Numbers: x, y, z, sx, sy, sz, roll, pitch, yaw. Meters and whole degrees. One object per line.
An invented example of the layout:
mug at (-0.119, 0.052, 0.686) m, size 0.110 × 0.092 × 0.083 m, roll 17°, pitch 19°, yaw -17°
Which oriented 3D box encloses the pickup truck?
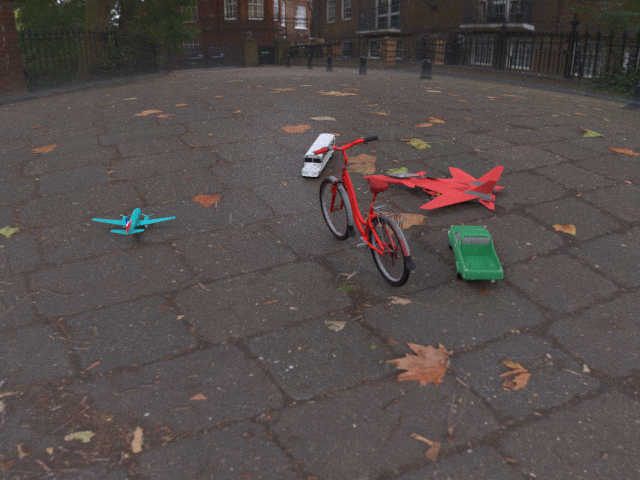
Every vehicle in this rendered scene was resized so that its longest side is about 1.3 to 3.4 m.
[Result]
pickup truck at (2.306, 0.144, 10.449) m, size 0.640 × 0.511 × 1.603 m, roll 1°, pitch 26°, yaw 2°

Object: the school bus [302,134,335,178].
school bus at (-0.022, -1.735, 14.393) m, size 0.365 × 0.434 × 1.708 m, roll 6°, pitch 27°, yaw 11°

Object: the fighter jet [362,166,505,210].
fighter jet at (2.043, -1.149, 13.050) m, size 2.640 × 0.557 × 2.229 m, roll 10°, pitch 28°, yaw 20°

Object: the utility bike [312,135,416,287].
utility bike at (0.532, -0.481, 10.214) m, size 1.039 × 1.839 × 2.791 m, roll -12°, pitch 28°, yaw -23°

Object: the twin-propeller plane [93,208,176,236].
twin-propeller plane at (-3.093, -0.347, 11.575) m, size 1.370 × 0.407 × 1.095 m, roll -1°, pitch 26°, yaw -3°
